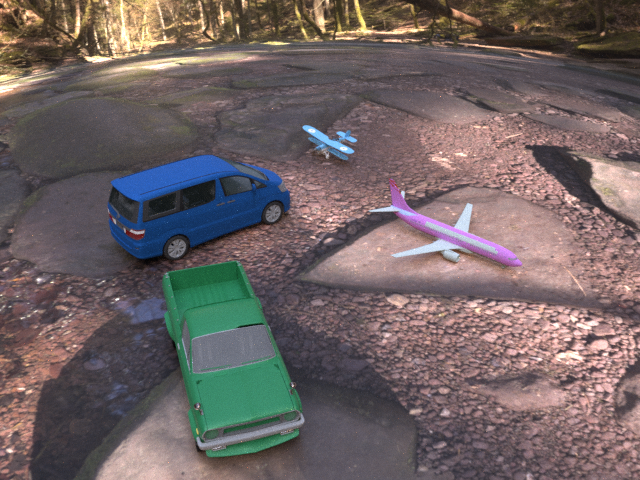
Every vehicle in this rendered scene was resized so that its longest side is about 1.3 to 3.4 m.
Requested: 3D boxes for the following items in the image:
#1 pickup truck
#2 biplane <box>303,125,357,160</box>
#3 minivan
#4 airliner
[{"bbox_3d":[-1.155,1.198,8.440,1.244,0.993,3.117,-9,32,-15],"label":"pickup truck"},{"bbox_3d":[0.270,-1.967,14.283,1.336,0.504,1.090,26,39,37],"label":"biplane"},{"bbox_3d":[-1.897,-0.692,11.442,3.011,1.197,1.324,-22,37,-33],"label":"minivan"},{"bbox_3d":[2.060,-0.250,11.049,2.541,0.835,2.257,24,38,34],"label":"airliner"}]
